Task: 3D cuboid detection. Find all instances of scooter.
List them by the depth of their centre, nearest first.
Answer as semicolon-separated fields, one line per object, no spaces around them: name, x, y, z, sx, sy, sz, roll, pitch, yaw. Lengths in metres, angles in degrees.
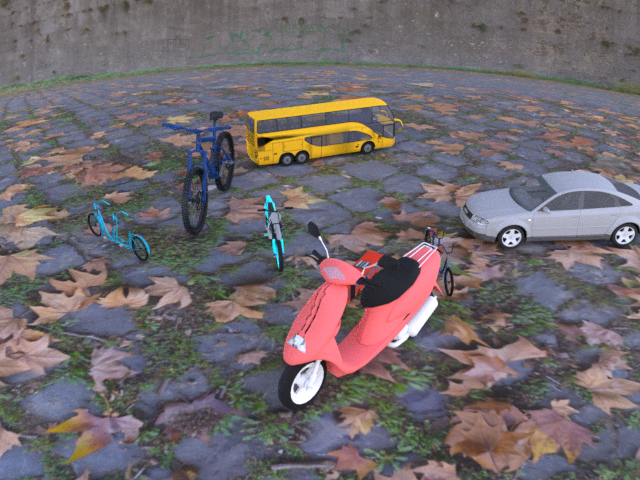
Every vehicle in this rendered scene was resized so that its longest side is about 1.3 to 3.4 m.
scooter;0.537;0.682;7.926;1.288;1.786;2.721;25;36;39

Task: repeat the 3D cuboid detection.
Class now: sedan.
sedan;3.842;-0.552;11.229;3.137;0.940;1.235;-2;27;-3

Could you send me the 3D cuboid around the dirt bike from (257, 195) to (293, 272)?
dirt bike;-0.687;-0.165;10.572;0.527;0.857;1.493;-5;28;-10

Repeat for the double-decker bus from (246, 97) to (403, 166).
double-decker bus;0.094;-2.245;14.377;3.251;1.052;0.756;-11;29;-20

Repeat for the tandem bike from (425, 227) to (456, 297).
tandem bike;1.718;0.174;10.108;0.283;0.682;1.642;-2;27;-5

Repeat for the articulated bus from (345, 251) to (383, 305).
articulated bus;0.394;0.636;9.643;0.311;0.289;1.749;15;31;26

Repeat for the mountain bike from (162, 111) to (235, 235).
mountain bike;-1.875;-1.296;11.853;1.114;1.688;2.857;4;28;7

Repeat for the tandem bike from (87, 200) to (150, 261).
tandem bike;-3.139;-0.173;10.778;1.642;0.682;0.283;22;35;36
